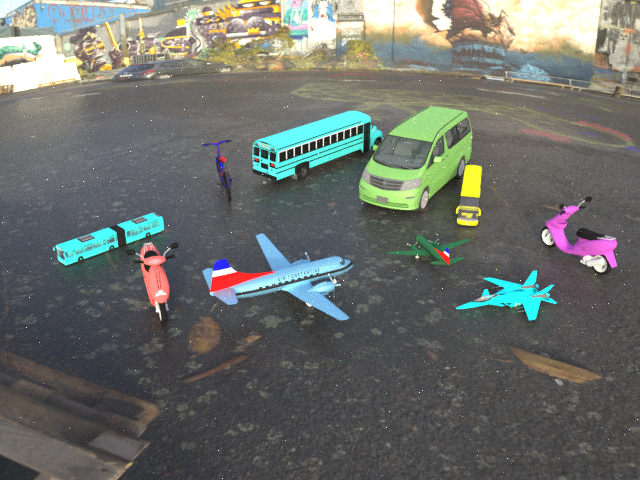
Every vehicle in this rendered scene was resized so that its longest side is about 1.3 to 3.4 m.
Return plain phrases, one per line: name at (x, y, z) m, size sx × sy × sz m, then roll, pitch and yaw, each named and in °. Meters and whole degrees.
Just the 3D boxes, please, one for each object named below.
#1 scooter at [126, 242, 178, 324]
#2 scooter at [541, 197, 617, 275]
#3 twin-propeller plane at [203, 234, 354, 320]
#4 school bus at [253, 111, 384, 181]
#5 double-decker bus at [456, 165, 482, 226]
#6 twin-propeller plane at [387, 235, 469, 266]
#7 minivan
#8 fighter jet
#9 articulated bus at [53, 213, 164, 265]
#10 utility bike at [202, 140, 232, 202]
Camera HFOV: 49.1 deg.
scooter at (-2.192, 0.422, 9.272) m, size 0.662 × 0.919 × 1.399 m, roll -9°, pitch 28°, yaw -17°
scooter at (3.831, -0.107, 10.342) m, size 0.662 × 0.919 × 1.399 m, roll -14°, pitch 30°, yaw -26°
twin-propeller plane at (-0.469, 0.424, 9.411) m, size 2.129 × 0.792 × 2.663 m, roll -13°, pitch 29°, yaw -24°
school bus at (0.073, -1.959, 14.171) m, size 0.709 × 0.844 × 3.322 m, roll 22°, pitch 34°, yaw 37°
double-decker bus at (2.602, -0.773, 12.114) m, size 0.389 × 0.541 × 1.672 m, roll 6°, pitch 27°, yaw 12°
twin-propeller plane at (1.675, 0.108, 10.485) m, size 1.370 × 0.407 × 1.095 m, roll -9°, pitch 28°, yaw -17°
minivan at (1.822, -1.541, 12.928) m, size 1.324 × 1.197 × 3.011 m, roll 15°, pitch 30°, yaw 27°
fighter jet at (2.433, 0.729, 9.364) m, size 1.358 × 0.286 × 1.147 m, roll -8°, pitch 28°, yaw -17°
articulated bus at (-3.244, -0.034, 10.905) m, size 1.749 × 0.289 × 0.311 m, roll -24°, pitch 35°, yaw -39°
utility bike at (-1.814, -1.296, 12.715) m, size 0.535 × 0.946 × 1.435 m, roll -7°, pitch 27°, yaw -14°
